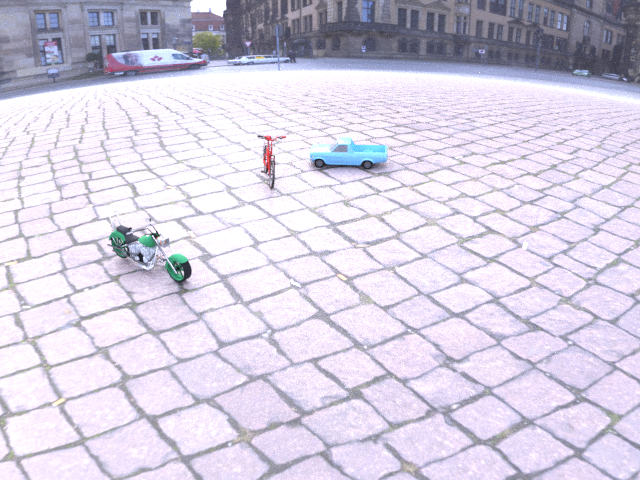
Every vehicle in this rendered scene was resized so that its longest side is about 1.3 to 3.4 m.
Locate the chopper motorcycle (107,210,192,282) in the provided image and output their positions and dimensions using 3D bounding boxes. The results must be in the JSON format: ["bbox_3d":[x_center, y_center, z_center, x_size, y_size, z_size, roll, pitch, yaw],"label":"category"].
[{"bbox_3d":[-2.468,0.080,10.042,1.563,0.761,0.466,17,31,31],"label":"chopper motorcycle"}]

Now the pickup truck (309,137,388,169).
[{"bbox_3d":[0.574,-1.775,14.113,1.603,0.511,0.640,2,26,4],"label":"pickup truck"}]

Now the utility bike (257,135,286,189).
[{"bbox_3d":[-0.921,-1.590,13.241,0.535,0.946,1.435,-5,27,-10],"label":"utility bike"}]
